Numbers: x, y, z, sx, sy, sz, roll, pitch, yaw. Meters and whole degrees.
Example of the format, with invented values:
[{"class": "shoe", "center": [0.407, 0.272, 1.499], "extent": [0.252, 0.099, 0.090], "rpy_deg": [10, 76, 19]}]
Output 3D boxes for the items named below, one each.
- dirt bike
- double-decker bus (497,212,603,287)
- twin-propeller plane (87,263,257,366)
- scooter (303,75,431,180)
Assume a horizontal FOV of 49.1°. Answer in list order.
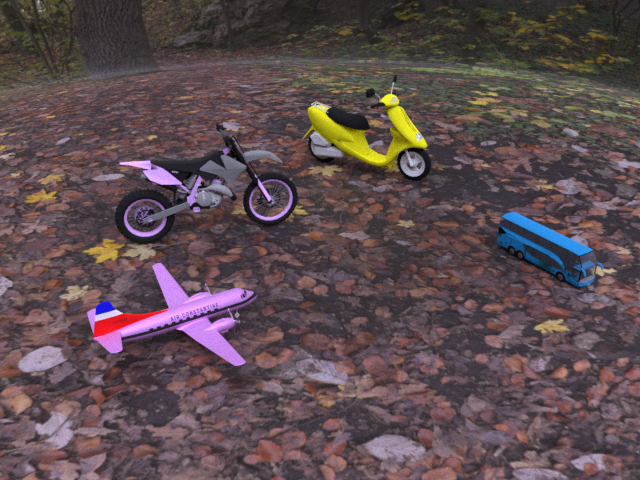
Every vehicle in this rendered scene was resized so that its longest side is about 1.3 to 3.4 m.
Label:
[{"class": "dirt bike", "center": [-1.752, -0.845, 10.916], "extent": [2.903, 1.666, 1.024], "rpy_deg": [-9, 29, -16]}, {"class": "double-decker bus", "center": [3.313, 0.138, 10.246], "extent": [0.389, 0.541, 1.672], "rpy_deg": [-17, 32, -29]}, {"class": "twin-propeller plane", "center": [-1.729, 0.848, 8.611], "extent": [2.129, 0.792, 2.663], "rpy_deg": [-16, 32, -28]}, {"class": "scooter", "center": [0.871, -2.170, 13.332], "extent": [2.721, 1.786, 1.288], "rpy_deg": [14, 31, 25]}]
